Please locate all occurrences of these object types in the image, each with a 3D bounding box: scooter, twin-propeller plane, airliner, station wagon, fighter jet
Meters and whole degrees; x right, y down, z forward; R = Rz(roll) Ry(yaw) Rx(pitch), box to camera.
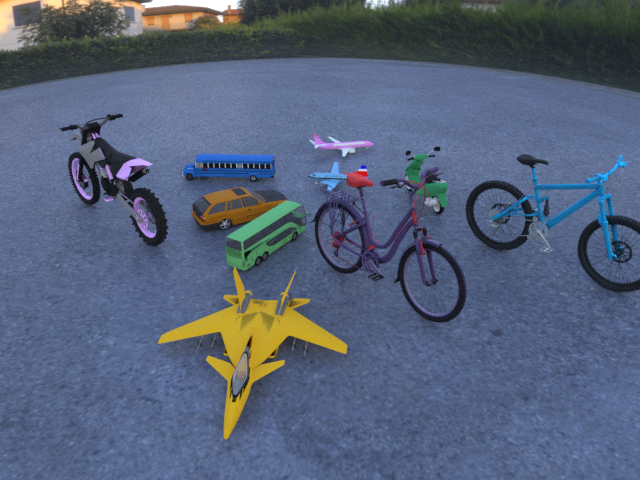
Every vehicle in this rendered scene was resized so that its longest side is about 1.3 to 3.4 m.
[{"bbox_3d":[1.793,-1.060,11.874,0.662,0.919,1.399,-10,30,-18],"label":"scooter"},{"bbox_3d":[0.327,-1.180,12.646,1.095,0.407,1.370,3,28,6],"label":"twin-propeller plane"},{"bbox_3d":[0.469,-2.000,14.170,1.307,0.429,1.161,-7,29,-12],"label":"airliner"},{"bbox_3d":[-1.283,-0.587,11.455,1.597,0.473,0.682,-15,31,-26],"label":"station wagon"},{"bbox_3d":[-0.815,1.200,7.993,2.229,0.557,2.640,2,28,4],"label":"fighter jet"}]

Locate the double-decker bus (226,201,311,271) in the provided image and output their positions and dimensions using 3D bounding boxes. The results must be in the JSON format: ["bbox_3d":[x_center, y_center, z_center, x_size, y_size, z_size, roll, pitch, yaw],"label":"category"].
[{"bbox_3d":[-0.763,-0.102,10.469,0.389,0.541,1.672,17,32,29],"label":"double-decker bus"}]

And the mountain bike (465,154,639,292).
[{"bbox_3d":[3.309,-0.350,9.711,2.857,1.688,1.114,22,35,36],"label":"mountain bike"}]

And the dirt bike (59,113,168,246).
[{"bbox_3d":[-3.299,-1.018,10.995,1.024,1.666,2.903,-24,36,-38],"label":"dirt bike"}]

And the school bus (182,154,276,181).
[{"bbox_3d":[-1.691,-1.346,12.931,1.708,0.434,0.365,1,28,2],"label":"school bus"}]

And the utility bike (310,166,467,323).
[{"bbox_3d":[0.883,-0.154,9.179,1.039,1.839,2.791,-23,36,-36],"label":"utility bike"}]
